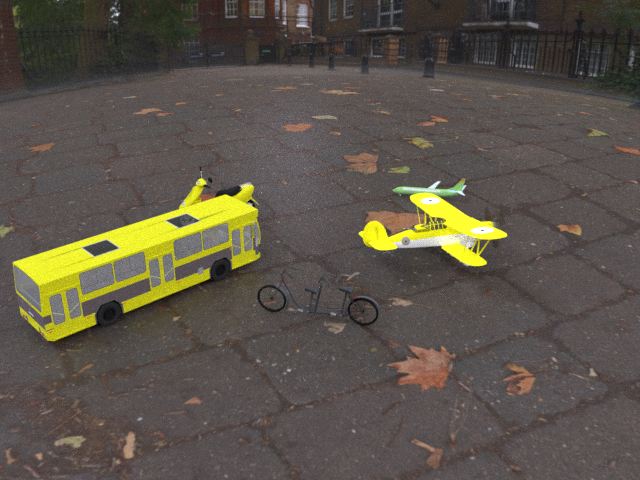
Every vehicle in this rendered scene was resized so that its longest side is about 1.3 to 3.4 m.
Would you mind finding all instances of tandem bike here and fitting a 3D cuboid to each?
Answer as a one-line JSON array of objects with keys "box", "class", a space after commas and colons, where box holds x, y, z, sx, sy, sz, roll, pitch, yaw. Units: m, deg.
[{"box": [-0.025, 0.708, 8.867, 1.642, 0.682, 0.283, 7, 27, 14], "class": "tandem bike"}]

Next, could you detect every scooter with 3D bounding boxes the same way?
[{"box": [-1.693, -0.708, 11.510, 1.399, 0.919, 0.662, -11, 28, -22], "class": "scooter"}]

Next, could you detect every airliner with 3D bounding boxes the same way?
[{"box": [1.957, -0.949, 12.567, 1.307, 0.429, 1.161, 6, 26, 11], "class": "airliner"}]

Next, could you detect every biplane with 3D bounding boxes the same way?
[{"box": [1.623, -0.092, 10.170, 2.120, 0.981, 2.598, -7, 27, -13], "class": "biplane"}]

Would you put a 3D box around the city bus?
[{"box": [-2.315, 0.315, 9.433, 3.255, 0.894, 0.926, -22, 34, -38], "class": "city bus"}]
